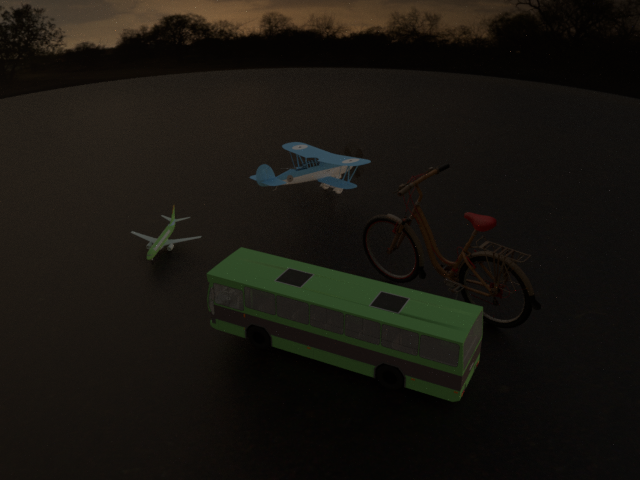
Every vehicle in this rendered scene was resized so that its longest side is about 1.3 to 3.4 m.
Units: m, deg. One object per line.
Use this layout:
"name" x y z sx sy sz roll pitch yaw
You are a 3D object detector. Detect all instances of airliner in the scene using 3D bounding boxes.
"airliner" -2.476 -0.109 10.981 1.161 0.429 1.307 4 27 8

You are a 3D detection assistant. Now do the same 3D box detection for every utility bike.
"utility bike" 1.566 0.088 9.038 2.791 1.839 1.039 23 35 38

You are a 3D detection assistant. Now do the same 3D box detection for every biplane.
"biplane" -0.212 -1.240 12.600 2.120 0.981 2.598 -16 31 -28

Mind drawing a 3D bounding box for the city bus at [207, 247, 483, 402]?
"city bus" 0.228 0.969 8.347 3.255 0.894 0.926 13 30 24
